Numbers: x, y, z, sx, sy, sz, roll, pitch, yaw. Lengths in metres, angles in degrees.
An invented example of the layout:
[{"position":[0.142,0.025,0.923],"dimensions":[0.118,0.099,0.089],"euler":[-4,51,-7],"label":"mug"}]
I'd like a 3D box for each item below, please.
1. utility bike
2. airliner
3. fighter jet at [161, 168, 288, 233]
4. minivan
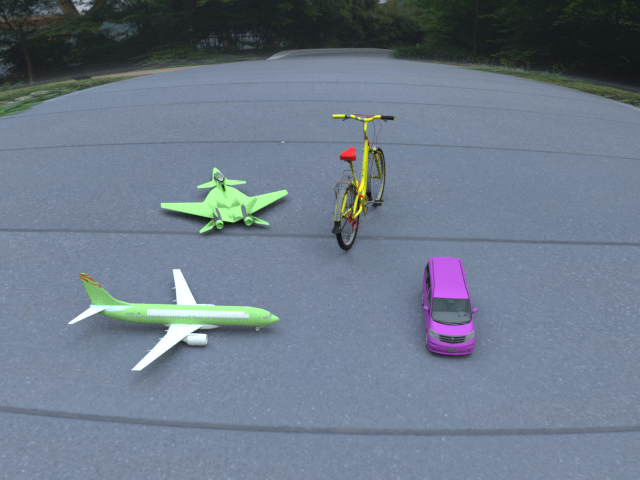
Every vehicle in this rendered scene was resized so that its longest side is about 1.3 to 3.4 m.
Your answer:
[{"position":[0.584,-1.070,11.324],"dimensions":[1.039,1.839,2.791],"euler":[9,30,17],"label":"utility bike"},{"position":[-1.793,0.798,8.915],"dimensions":[2.541,0.835,2.257],"euler":[1,28,1],"label":"airliner"},{"position":[-1.721,-0.947,12.447],"dimensions":[2.229,0.557,2.640],"euler":[-7,29,-13],"label":"fighter jet"},{"position":[1.658,0.831,9.085],"dimensions":[0.681,0.616,1.548],"euler":[2,28,4],"label":"minivan"}]
